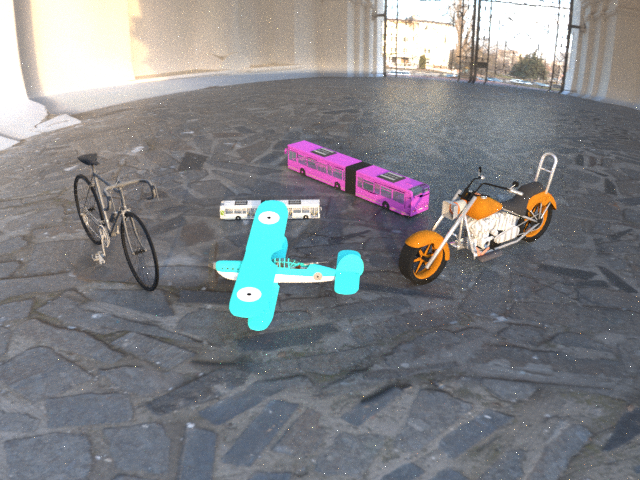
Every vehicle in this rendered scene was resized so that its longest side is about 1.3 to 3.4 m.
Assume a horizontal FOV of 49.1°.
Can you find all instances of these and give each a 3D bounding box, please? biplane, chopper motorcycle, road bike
[{"bbox_3d":[-0.476,0.432,9.462,2.120,0.981,2.598,2,26,4],"label":"biplane"},{"bbox_3d":[2.444,-0.353,10.486,3.040,1.480,0.906,-16,31,-30],"label":"chopper motorcycle"},{"bbox_3d":[-3.096,-0.377,10.337,0.696,1.656,3.004,-19,32,-33],"label":"road bike"}]

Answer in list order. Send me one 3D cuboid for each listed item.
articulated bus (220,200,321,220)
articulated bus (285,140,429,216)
[{"bbox_3d":[-0.854,-0.529,12.187,1.749,0.289,0.311,-1,26,-2],"label":"articulated bus"},{"bbox_3d":[0.613,-1.218,13.274,0.605,0.561,3.401,-22,34,-37],"label":"articulated bus"}]
